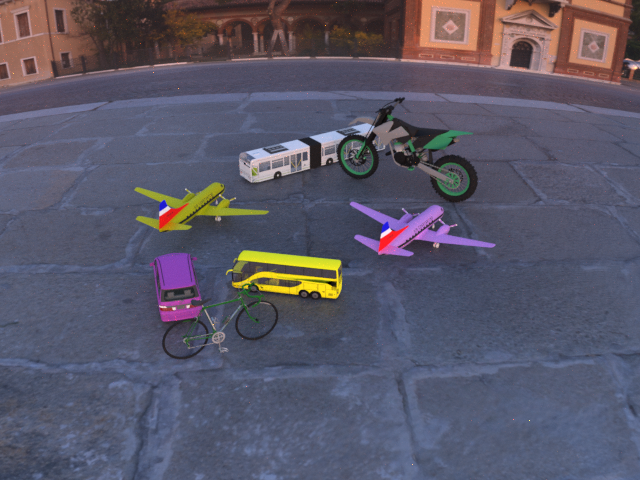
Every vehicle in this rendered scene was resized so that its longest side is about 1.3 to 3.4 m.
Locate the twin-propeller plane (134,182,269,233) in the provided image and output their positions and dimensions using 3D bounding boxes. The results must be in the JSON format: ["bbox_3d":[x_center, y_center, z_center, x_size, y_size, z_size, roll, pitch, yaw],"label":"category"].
[{"bbox_3d":[-2.184,-0.666,12.080,2.663,0.792,2.129,11,30,19],"label":"twin-propeller plane"}]

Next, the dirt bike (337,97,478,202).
[{"bbox_3d":[1.583,-1.697,13.069,2.903,1.666,1.024,16,32,27],"label":"dirt bike"}]

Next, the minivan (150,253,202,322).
[{"bbox_3d":[-2.058,0.555,10.006,0.681,0.616,1.548,-7,29,-13],"label":"minivan"}]

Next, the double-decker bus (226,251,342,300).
[{"bbox_3d":[-0.512,0.500,10.187,1.672,0.541,0.389,6,29,10],"label":"double-decker bus"}]

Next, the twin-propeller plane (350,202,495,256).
[{"bbox_3d":[1.504,-0.255,11.320,2.663,0.792,2.129,19,34,31],"label":"twin-propeller plane"}]

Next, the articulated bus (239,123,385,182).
[{"bbox_3d":[-0.062,-1.841,14.496,3.401,0.561,0.605,-18,33,-30],"label":"articulated bus"}]

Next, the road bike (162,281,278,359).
[{"bbox_3d":[-1.249,1.032,8.876,1.545,0.852,0.358,-13,31,-22],"label":"road bike"}]
